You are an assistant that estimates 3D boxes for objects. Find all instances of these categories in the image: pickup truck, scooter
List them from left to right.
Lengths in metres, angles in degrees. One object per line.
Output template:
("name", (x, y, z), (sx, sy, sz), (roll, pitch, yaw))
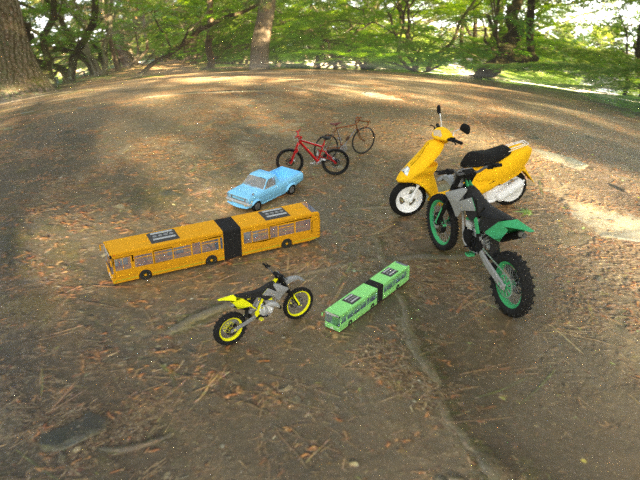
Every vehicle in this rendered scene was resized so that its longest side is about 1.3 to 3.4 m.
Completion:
("pickup truck", (-1.002, -1.023, 12.961), (0.640, 0.511, 1.603), (19, 33, 33))
("scooter", (2.521, -1.342, 12.185), (2.721, 1.786, 1.288), (-7, 28, -13))

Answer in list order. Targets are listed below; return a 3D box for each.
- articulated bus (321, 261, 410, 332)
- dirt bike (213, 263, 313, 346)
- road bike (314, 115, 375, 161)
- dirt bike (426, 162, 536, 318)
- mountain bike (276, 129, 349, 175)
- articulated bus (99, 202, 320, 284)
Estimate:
("articulated bus", (0.679, 0.757, 9.726), (0.311, 0.289, 1.749), (20, 33, 33))
("dirt bike", (-0.716, 0.807, 9.006), (1.493, 0.857, 0.527), (-18, 32, -31))
("road bike", (0.530, -2.141, 14.772), (1.545, 0.852, 0.358), (-16, 31, -28))
("dirt bike", (2.227, -0.174, 10.033), (1.024, 1.666, 2.903), (-9, 28, -16))
("mountain bike", (-0.147, -1.697, 13.886), (1.469, 0.868, 0.573), (0, 27, 0))
("articulated bus", (-1.622, 0.007, 10.892), (3.401, 0.561, 0.605), (-13, 30, -23))
